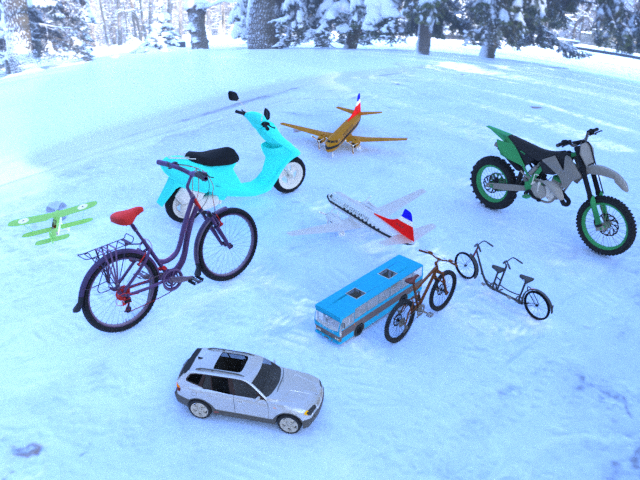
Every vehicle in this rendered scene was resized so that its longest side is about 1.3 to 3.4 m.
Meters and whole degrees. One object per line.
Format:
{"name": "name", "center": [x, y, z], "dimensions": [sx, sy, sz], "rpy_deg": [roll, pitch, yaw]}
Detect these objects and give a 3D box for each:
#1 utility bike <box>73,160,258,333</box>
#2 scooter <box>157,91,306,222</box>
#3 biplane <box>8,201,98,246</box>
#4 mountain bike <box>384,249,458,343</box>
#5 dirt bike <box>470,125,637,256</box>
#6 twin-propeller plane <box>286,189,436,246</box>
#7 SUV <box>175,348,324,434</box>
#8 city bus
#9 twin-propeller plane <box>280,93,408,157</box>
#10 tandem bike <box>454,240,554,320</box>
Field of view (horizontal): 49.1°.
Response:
{"name": "utility bike", "center": [-1.952, -0.015, 8.867], "dimensions": [2.791, 1.839, 1.039], "rpy_deg": [-26, 38, -38]}
{"name": "scooter", "center": [-1.380, -1.337, 11.290], "dimensions": [2.721, 1.786, 1.288], "rpy_deg": [-19, 34, -30]}
{"name": "biplane", "center": [-4.018, -0.198, 10.565], "dimensions": [1.336, 0.504, 1.090], "rpy_deg": [-7, 30, -12]}
{"name": "mountain bike", "center": [1.273, 0.678, 8.622], "dimensions": [0.573, 0.868, 1.469], "rpy_deg": [24, 37, 36]}
{"name": "dirt bike", "center": [3.503, -0.899, 10.630], "dimensions": [1.024, 1.666, 2.903], "rpy_deg": [-22, 36, -34]}
{"name": "twin-propeller plane", "center": [0.732, -0.429, 10.684], "dimensions": [2.663, 0.792, 2.129], "rpy_deg": [-19, 34, -30]}
{"name": "SUV", "center": [-0.743, 1.533, 7.383], "dimensions": [1.572, 0.580, 0.656], "rpy_deg": [6, 30, 11]}
{"name": "city bus", "center": [0.649, 0.747, 8.917], "dimensions": [0.476, 0.460, 1.674], "rpy_deg": [25, 37, 37]}
{"name": "twin-propeller plane", "center": [0.506, -2.303, 14.043], "dimensions": [2.663, 0.792, 2.129], "rpy_deg": [10, 31, 17]}
{"name": "tandem bike", "center": [2.383, 0.475, 9.176], "dimensions": [0.283, 0.682, 1.642], "rpy_deg": [-20, 35, -32]}
